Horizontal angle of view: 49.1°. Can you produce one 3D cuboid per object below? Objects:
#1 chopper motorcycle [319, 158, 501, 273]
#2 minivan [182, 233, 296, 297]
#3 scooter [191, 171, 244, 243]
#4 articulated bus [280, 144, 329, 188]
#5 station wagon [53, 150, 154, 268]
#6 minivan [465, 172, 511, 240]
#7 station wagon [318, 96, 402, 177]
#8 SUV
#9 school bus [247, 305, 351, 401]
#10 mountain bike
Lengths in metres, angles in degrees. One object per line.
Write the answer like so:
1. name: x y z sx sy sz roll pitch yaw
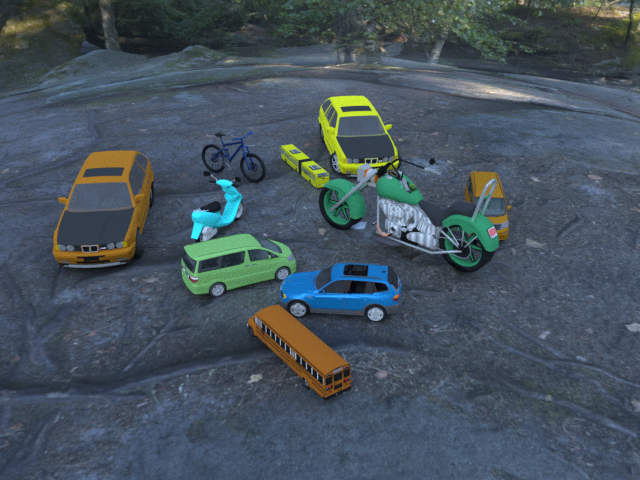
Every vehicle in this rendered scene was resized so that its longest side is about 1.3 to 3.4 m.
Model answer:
1. chopper motorcycle: 1.201 -0.531 10.134 3.040 1.480 0.906 22 34 36
2. minivan: -1.083 0.275 9.505 1.548 0.616 0.681 -13 30 -24
3. scooter: -1.559 -0.526 10.739 0.662 0.919 1.399 12 29 22
4. articulated bus: -0.303 -1.405 13.150 0.311 0.289 1.749 -12 29 -22
5. station wagon: -3.320 -0.614 10.910 1.327 0.920 3.105 -3 27 -6
6. minivan: 2.638 -0.548 11.116 0.681 0.616 1.548 3 27 6
7. station wagon: 0.716 -2.152 13.918 1.327 0.920 3.105 -4 27 -7
8. SUV: 0.266 0.611 8.888 1.572 0.580 0.656 3 27 5
9. school bus: -0.290 1.191 7.913 0.365 0.434 1.708 -17 32 -30
10. mountain bike: -1.600 -1.546 12.791 1.469 0.868 0.573 16 31 28
